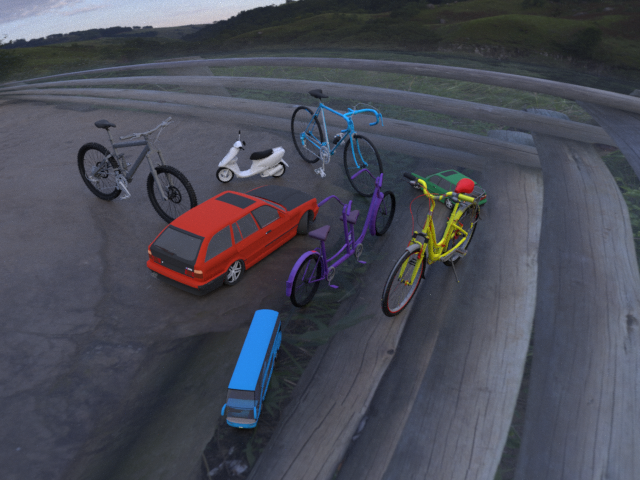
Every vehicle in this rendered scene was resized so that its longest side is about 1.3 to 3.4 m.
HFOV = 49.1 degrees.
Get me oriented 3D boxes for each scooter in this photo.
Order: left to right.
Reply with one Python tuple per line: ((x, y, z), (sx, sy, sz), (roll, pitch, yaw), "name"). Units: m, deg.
((-1.294, -1.561, 13.274), (1.399, 0.919, 0.662), (-7, 31, -12), "scooter")

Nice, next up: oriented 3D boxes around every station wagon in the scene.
((-1.252, -0.250, 10.999), (1.327, 0.920, 3.105), (19, 35, 29), "station wagon")
((2.312, -1.018, 12.778), (0.682, 0.473, 1.597), (-17, 34, -27), "station wagon")

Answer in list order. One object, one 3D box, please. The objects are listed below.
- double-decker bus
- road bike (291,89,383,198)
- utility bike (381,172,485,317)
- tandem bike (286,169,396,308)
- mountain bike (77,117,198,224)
((-0.772, 1.513, 8.321), (0.389, 0.541, 1.672), (4, 30, 7), "double-decker bus")
((0.253, -1.926, 13.170), (0.696, 1.656, 3.004), (-19, 35, -29), "road bike")
((1.747, -0.093, 9.807), (1.039, 1.839, 2.791), (21, 36, 31), "utility bike")
((0.402, -0.153, 10.424), (0.550, 1.326, 3.192), (17, 34, 27), "tandem bike")
((-3.205, -1.230, 11.930), (2.857, 1.688, 1.114), (19, 35, 29), "mountain bike")
